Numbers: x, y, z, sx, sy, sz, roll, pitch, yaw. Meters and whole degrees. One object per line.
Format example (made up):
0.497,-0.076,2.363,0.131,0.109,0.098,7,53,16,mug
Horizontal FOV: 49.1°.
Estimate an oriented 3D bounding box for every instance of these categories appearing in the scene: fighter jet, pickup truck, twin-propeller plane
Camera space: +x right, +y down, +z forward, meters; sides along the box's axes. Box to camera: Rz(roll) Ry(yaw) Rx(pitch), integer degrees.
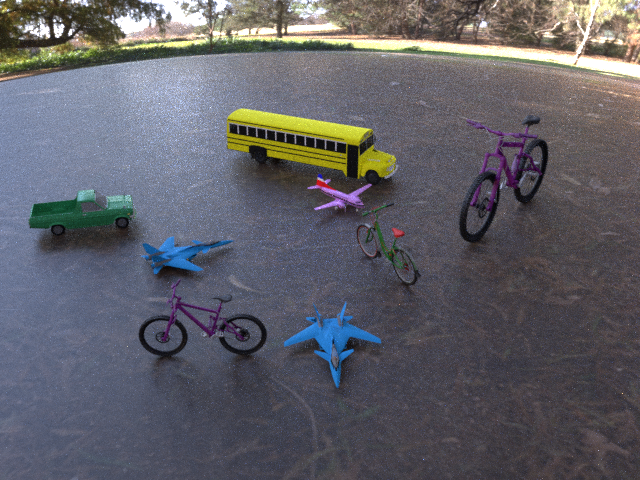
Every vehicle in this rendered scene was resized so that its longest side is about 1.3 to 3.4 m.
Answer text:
-1.866,0.101,10.168,1.358,0.286,1.147,-16,33,-27,fighter jet
-3.720,-0.475,10.989,1.603,0.511,0.640,-7,29,-13,pickup truck
0.155,1.203,8.153,1.147,0.286,1.358,-2,29,-3,fighter jet
0.330,-0.782,11.658,1.095,0.407,1.370,25,37,38,twin-propeller plane

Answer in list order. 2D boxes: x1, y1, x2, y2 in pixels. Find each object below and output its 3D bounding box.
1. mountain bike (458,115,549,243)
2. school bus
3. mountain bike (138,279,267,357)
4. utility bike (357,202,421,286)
2.937,-1.080,10.868,1.114,1.688,2.857,22,35,34,mountain bike
-0.166,-1.775,13.019,3.322,0.844,0.709,13,31,23,school bus
-1.348,0.960,7.991,1.469,0.868,0.573,-1,29,-2,mountain bike
0.882,0.036,9.601,0.535,0.946,1.435,-17,33,-28,utility bike
